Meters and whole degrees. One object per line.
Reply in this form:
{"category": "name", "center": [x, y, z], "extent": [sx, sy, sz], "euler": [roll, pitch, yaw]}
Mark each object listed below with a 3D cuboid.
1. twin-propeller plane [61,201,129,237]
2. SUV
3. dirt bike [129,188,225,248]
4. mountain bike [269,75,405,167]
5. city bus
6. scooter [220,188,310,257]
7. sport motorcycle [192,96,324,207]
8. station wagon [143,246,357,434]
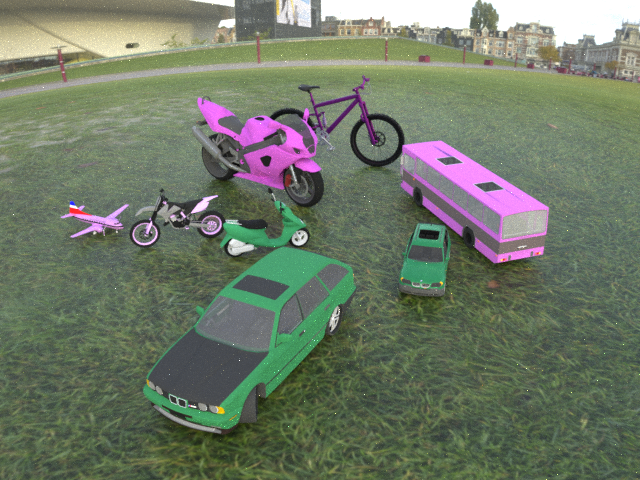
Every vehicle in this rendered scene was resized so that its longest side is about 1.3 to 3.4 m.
{"category": "twin-propeller plane", "center": [-3.640, -0.366, 11.369], "extent": [1.095, 0.407, 1.370], "euler": [11, 29, 21]}
{"category": "SUV", "center": [1.511, 0.248, 9.944], "extent": [0.656, 0.580, 1.572], "euler": [6, 27, 12]}
{"category": "dirt bike", "center": [-2.202, -0.340, 10.812], "extent": [1.493, 0.857, 0.527], "euler": [-9, 28, -18]}
{"category": "mountain bike", "center": [0.263, -2.317, 13.844], "extent": [2.857, 1.688, 1.114], "euler": [6, 27, 11]}
{"category": "city bus", "center": [2.379, -0.681, 11.453], "extent": [0.926, 0.894, 3.255], "euler": [-9, 28, -18]}
{"category": "scooter", "center": [-0.820, -0.227, 10.516], "extent": [1.399, 0.919, 0.662], "euler": [-9, 28, -17]}
{"category": "sport motorcycle", "center": [-1.107, -1.609, 12.526], "extent": [2.955, 1.596, 0.983], "euler": [20, 33, 34]}
{"category": "station wagon", "center": [-0.707, 0.960, 8.135], "extent": [1.327, 0.920, 3.105], "euler": [13, 29, 25]}
